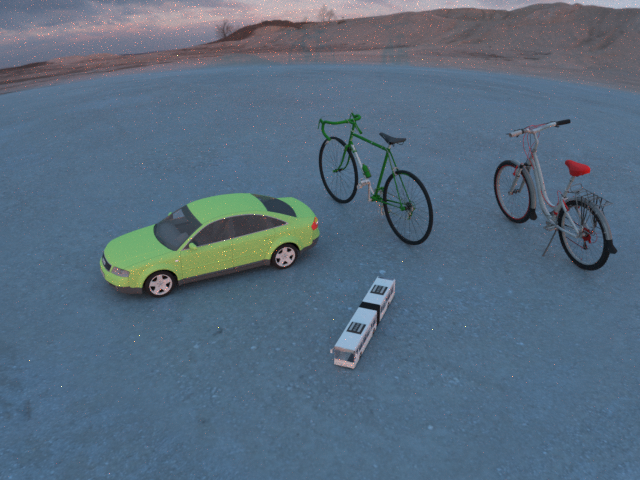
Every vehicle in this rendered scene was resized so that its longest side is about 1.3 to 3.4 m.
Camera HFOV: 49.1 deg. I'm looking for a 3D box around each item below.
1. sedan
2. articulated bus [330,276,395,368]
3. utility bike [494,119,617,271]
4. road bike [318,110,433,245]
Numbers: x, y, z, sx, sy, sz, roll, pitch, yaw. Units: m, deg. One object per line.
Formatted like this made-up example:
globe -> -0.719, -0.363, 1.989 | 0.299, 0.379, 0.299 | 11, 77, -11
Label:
sedan -> -1.530, -0.060, 9.940 | 3.137, 0.940, 1.235 | -13, 30, -23
articulated bus -> 0.574, 0.973, 8.627 | 0.311, 0.289, 1.749 | 10, 29, 19
utility bike -> 3.322, -0.734, 10.275 | 1.039, 1.839, 2.791 | -10, 29, -19
road bike -> 0.806, -1.054, 11.107 | 0.696, 1.656, 3.004 | -16, 31, -29
